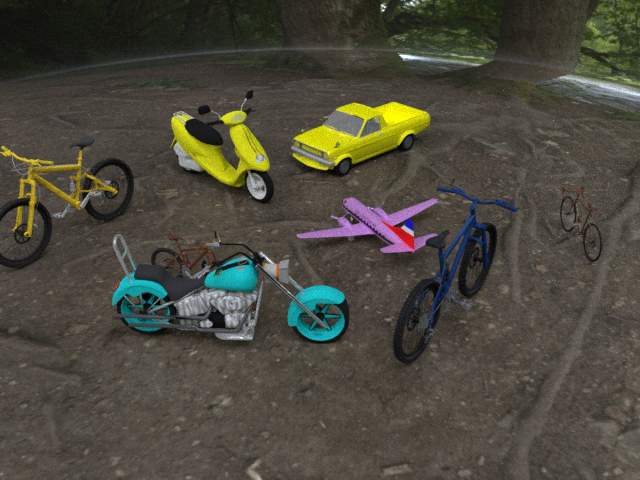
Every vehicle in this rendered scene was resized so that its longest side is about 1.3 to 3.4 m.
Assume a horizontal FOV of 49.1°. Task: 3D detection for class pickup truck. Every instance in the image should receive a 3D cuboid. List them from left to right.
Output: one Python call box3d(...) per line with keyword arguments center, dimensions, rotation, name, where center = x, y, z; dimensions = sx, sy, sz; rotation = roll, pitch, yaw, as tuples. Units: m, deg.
box3d(center=(0.891, -2.253, 14.394), dimensions=(3.117, 0.993, 1.244), rotation=(-25, 38, -36), name="pickup truck")

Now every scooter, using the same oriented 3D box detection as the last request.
box3d(center=(-1.857, -1.802, 12.807), dimensions=(2.721, 1.786, 1.288), rotation=(23, 37, 35), name="scooter")

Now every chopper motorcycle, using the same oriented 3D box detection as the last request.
box3d(center=(-1.141, 0.628, 8.867), dimensions=(3.040, 1.480, 0.906), rotation=(1, 30, 2), name="chopper motorcycle")

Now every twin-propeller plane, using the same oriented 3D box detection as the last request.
box3d(center=(0.908, -0.338, 11.249), dimensions=(2.663, 0.792, 2.129), rotation=(-15, 33, -24), name="twin-propeller plane")

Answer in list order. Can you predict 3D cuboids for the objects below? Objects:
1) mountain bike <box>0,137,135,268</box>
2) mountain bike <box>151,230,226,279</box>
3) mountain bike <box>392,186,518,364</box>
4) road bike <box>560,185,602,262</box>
box3d(center=(-4.044, -0.740, 11.049), dimensions=(1.114, 1.688, 2.857), rotation=(17, 34, 27), name="mountain bike")
box3d(center=(-1.812, 0.321, 10.021), dimensions=(1.469, 0.868, 0.573), rotation=(12, 32, 20), name="mountain bike")
box3d(center=(1.725, 0.379, 9.094), dimensions=(1.114, 1.688, 2.857), rotation=(19, 35, 30), name="mountain bike")
box3d(center=(4.156, -0.307, 11.134), dimensions=(0.358, 0.852, 1.545), rotation=(-3, 30, -4), name="road bike")
